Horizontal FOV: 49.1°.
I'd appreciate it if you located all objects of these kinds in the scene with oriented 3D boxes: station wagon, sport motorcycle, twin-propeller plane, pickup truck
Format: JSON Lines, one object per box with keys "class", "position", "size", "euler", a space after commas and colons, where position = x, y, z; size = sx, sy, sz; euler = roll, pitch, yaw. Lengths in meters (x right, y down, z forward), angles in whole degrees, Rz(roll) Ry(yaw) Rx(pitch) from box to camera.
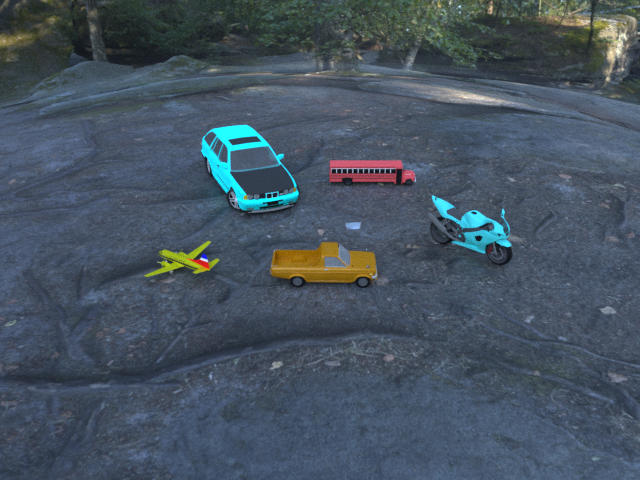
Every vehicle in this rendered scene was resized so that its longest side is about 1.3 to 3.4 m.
{"class": "station wagon", "position": [-1.412, -1.471, 13.510], "size": [1.327, 0.920, 3.105], "euler": [-11, 29, -20]}
{"class": "sport motorcycle", "position": [2.373, -0.162, 11.055], "size": [1.520, 0.821, 0.506], "euler": [23, 35, 38]}
{"class": "twin-propeller plane", "position": [-2.079, 0.275, 10.655], "size": [1.095, 0.407, 1.370], "euler": [18, 32, 31]}
{"class": "pickup truck", "position": [0.062, 0.340, 10.415], "size": [1.603, 0.511, 0.640], "euler": [1, 27, 1]}

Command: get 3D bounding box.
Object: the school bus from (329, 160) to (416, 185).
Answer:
{"class": "school bus", "position": [1.030, -1.328, 13.765], "size": [1.708, 0.434, 0.365], "euler": [0, 27, 0]}
